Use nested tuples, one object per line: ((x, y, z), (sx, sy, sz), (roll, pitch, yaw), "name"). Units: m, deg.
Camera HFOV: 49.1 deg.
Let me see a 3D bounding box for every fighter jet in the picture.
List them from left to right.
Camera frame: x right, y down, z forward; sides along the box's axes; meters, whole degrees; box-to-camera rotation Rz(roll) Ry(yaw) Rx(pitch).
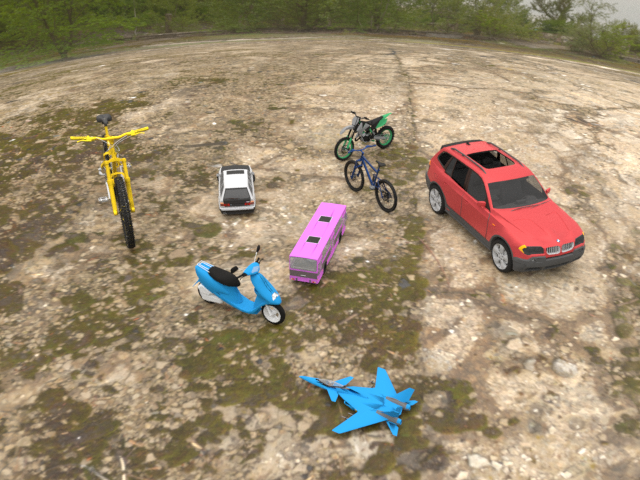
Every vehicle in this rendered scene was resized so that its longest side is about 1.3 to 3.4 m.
((0.351, 1.668, 7.762), (1.358, 0.286, 1.147), (16, 34, 25), "fighter jet")

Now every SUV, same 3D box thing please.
((2.770, -0.620, 10.801), (1.276, 1.128, 3.058), (-11, 32, -18), "SUV")

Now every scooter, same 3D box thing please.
((-1.064, 0.558, 9.017), (1.399, 0.919, 0.662), (15, 34, 23), "scooter")

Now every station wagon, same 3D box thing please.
((-1.441, -0.970, 12.036), (0.682, 0.473, 1.597), (-4, 31, -6), "station wagon")

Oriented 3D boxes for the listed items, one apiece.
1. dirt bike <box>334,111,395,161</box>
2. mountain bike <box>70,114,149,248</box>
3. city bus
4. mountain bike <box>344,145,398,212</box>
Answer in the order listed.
((0.877, -2.048, 13.479), (1.493, 0.857, 0.527), (-21, 36, -31), "dirt bike")
((-3.243, -1.089, 11.045), (1.114, 1.688, 2.857), (-11, 32, -18), "mountain bike")
((-0.006, 0.035, 10.350), (0.476, 0.460, 1.674), (8, 32, 13), "city bus")
((0.844, -1.057, 11.795), (0.573, 0.868, 1.469), (-18, 35, -28), "mountain bike")
